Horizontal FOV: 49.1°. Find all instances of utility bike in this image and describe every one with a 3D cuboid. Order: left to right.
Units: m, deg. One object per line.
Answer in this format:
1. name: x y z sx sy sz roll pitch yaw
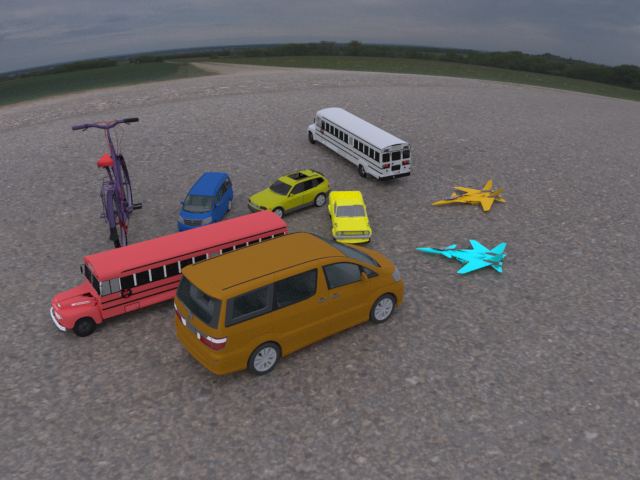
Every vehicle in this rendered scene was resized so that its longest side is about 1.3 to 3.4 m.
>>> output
1. utility bike: -3.337 -0.938 11.170 1.039 1.839 2.791 -5 27 -9

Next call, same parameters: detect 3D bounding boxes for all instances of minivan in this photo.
1. minivan: -1.940 -0.625 11.915 0.681 0.616 1.548 4 27 8
2. minivan: -0.289 0.611 8.776 3.011 1.197 1.324 -18 32 -32

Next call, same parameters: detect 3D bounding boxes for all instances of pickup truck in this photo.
1. pickup truck: 0.483 -0.452 11.685 0.640 0.511 1.603 -1 26 -2

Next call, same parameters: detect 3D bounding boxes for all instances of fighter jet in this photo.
1. fighter jet: 2.140 0.163 10.700 1.358 0.286 1.147 9 28 18
2. fighter jet: 2.630 -0.806 12.648 1.358 0.286 1.147 -9 28 -17

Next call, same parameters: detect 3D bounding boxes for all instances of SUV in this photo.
1. SUV: -0.535 -0.826 12.359 1.572 0.580 0.656 -21 33 -36

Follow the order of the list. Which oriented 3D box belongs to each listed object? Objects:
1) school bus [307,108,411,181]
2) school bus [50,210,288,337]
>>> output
1. school bus: 0.699 -2.060 14.543 0.709 0.844 3.322 -13 29 -24
2. school bus: -1.997 0.393 9.611 3.322 0.844 0.709 -16 31 -30
